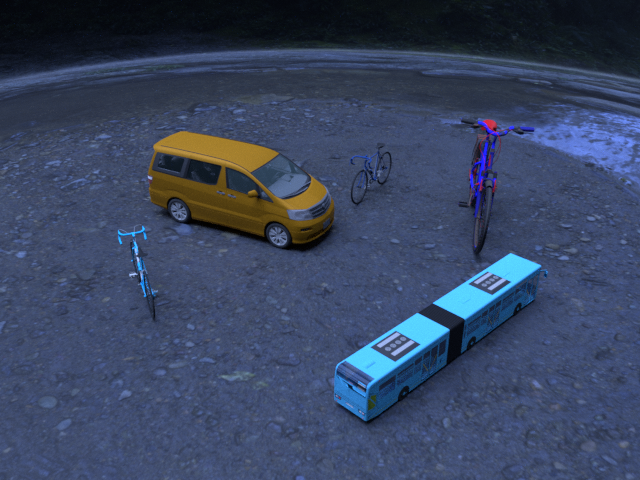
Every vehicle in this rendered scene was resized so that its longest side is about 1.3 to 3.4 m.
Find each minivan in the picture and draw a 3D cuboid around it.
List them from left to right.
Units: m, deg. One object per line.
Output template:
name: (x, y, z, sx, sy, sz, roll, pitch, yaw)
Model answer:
minivan: (-1.237, -0.848, 11.009, 3.011, 1.197, 1.324, 14, 32, 24)

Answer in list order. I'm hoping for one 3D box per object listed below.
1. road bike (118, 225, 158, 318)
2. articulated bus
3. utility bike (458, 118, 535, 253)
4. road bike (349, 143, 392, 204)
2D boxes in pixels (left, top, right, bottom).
road bike: (-2.337, 0.374, 9.132, 0.358, 0.852, 1.545, -12, 31, -20)
articulated bus: (1.520, 1.026, 8.243, 3.401, 0.561, 0.605, -25, 38, -38)
utility bike: (2.599, -1.069, 10.743, 1.039, 1.839, 2.791, 4, 29, 8)
road bike: (0.898, -1.194, 12.000, 0.358, 0.852, 1.545, 16, 32, 26)
